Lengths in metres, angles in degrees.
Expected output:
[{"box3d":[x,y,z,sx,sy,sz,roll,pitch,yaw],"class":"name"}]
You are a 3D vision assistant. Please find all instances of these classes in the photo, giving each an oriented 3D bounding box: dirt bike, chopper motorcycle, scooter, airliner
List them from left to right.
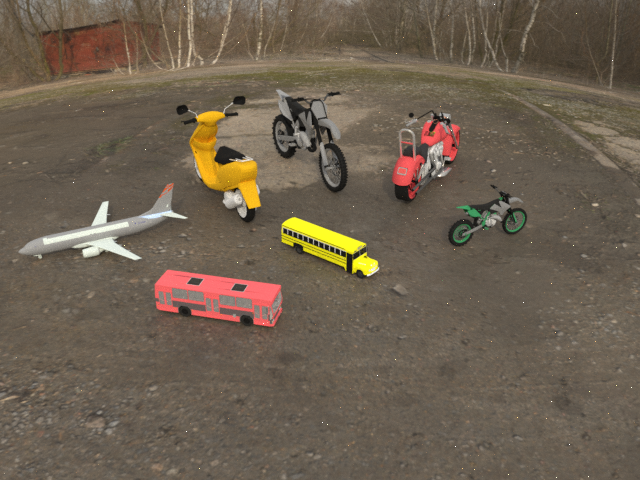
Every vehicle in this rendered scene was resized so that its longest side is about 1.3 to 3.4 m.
[{"box3d":[-3.469,-0.292,11.081,2.541,0.835,2.257,-14,31,-24],"class":"airliner"},{"box3d":[-1.736,-1.505,12.341,1.288,1.786,2.721,-15,32,-26],"class":"scooter"},{"box3d":[-0.235,-2.073,13.530,1.024,1.666,2.903,-15,31,-25],"class":"dirt bike"},{"box3d":[2.093,-1.783,13.185,0.906,1.480,3.040,14,31,24],"class":"chopper motorcycle"},{"box3d":[2.719,-0.384,11.230,1.493,0.857,0.527,-11,30,-20],"class":"dirt bike"}]

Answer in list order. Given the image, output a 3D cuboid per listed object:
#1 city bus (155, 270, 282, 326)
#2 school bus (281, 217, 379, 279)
[{"box3d":[-1.365,0.797,9.443,1.674,0.460,0.476,7,29,13],"class":"city bus"},{"box3d":[0.148,0.108,10.758,1.708,0.434,0.365,21,35,34],"class":"school bus"}]
